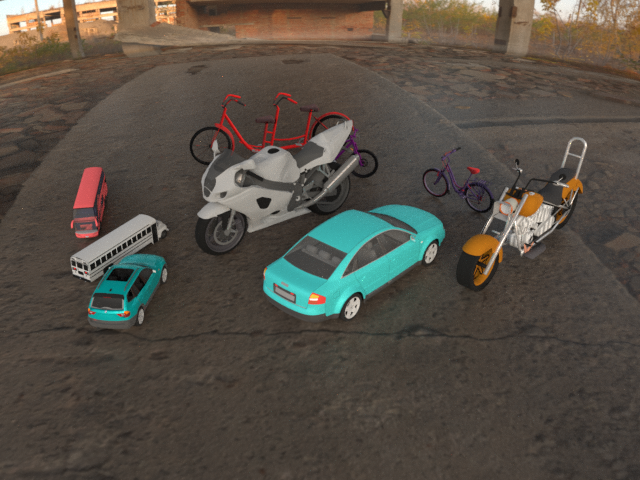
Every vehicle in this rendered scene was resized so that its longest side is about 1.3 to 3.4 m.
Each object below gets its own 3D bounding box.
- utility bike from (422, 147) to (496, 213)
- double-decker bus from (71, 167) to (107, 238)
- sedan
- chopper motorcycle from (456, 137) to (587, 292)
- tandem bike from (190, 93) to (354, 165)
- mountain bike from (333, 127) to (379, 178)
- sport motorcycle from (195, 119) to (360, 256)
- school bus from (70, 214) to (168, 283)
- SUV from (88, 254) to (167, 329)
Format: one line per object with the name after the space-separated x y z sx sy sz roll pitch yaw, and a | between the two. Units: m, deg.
2.275 -0.978 11.582 1.435 0.946 0.535 24 38 35 | utility bike
-3.719 -0.609 11.353 0.389 0.541 1.672 -5 31 -8 | double-decker bus
0.577 0.114 9.726 1.235 0.940 3.137 25 38 35 | sedan
2.966 -0.414 10.093 0.906 1.480 3.040 26 39 37 | chopper motorcycle
-0.875 -2.142 13.191 3.192 1.326 0.550 -8 31 -13 | tandem bike
0.327 -1.545 12.626 1.469 0.868 0.573 4 31 7 | mountain bike
-0.639 -0.831 10.687 2.955 1.596 0.983 -23 37 -33 | sport motorcycle
-2.902 0.063 10.312 0.365 0.434 1.708 16 34 25 | school bus
-2.533 0.588 9.272 0.656 0.580 1.572 4 31 6 | SUV
